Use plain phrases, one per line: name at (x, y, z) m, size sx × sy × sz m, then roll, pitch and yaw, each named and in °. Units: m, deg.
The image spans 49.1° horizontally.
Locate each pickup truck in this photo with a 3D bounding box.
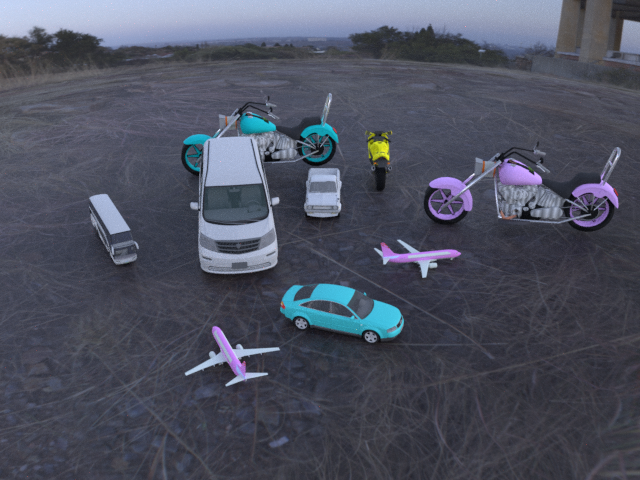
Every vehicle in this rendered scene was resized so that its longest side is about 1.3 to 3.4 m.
pickup truck at (0.060, -0.903, 12.343) m, size 0.640 × 0.511 × 1.603 m, roll 1°, pitch 28°, yaw 1°

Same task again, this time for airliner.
airliner at (1.499, 0.166, 10.430) m, size 1.307 × 0.429 × 1.161 m, roll -6°, pitch 29°, yaw -11°
airliner at (-1.084, 1.284, 8.341) m, size 1.161 × 0.429 × 1.307 m, roll -12°, pitch 30°, yaw -22°

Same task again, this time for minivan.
minivan at (-1.350, -0.614, 11.076) m, size 1.324 × 1.197 × 3.011 m, roll -4°, pitch 28°, yaw -7°

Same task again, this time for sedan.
sedan at (0.281, 0.887, 9.025) m, size 1.613 × 0.483 × 0.635 m, roll 9°, pitch 29°, yaw 17°

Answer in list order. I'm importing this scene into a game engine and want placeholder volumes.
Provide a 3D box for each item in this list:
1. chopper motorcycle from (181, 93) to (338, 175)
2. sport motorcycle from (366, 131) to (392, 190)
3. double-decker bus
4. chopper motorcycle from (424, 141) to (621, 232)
chopper motorcycle at (-1.149, -2.024, 13.412) m, size 3.040 × 1.480 × 0.906 m, roll -4°, pitch 28°, yaw -7°
sport motorcycle at (1.116, -1.533, 13.193) m, size 0.506 × 0.821 × 1.520 m, roll 0°, pitch 28°, yaw 1°
double-decker bus at (-3.252, -0.172, 10.944) m, size 0.389 × 0.541 × 1.672 m, roll -14°, pitch 31°, yaw -25°
chopper motorcycle at (3.228, -0.868, 11.250) m, size 3.040 × 1.480 × 0.906 m, roll 5°, pitch 29°, yaw 9°
